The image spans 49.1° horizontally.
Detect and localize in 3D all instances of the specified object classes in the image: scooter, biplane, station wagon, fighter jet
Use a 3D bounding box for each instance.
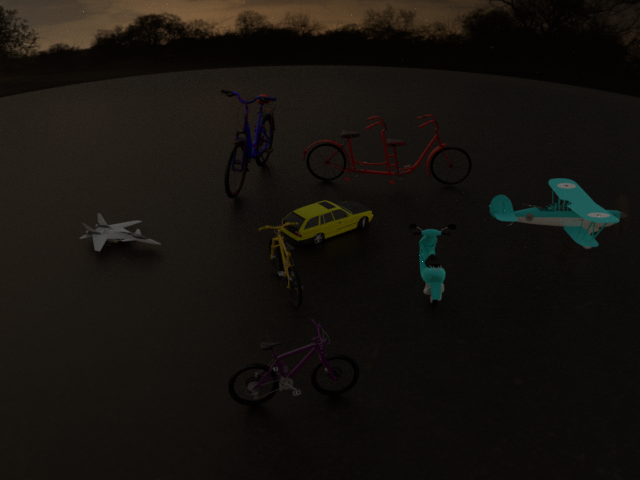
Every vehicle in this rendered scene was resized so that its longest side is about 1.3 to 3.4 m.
[{"bbox_3d":[1.568,0.259,9.834,0.662,0.919,1.399,1,27,1],"label":"scooter"},{"bbox_3d":[3.741,-0.405,11.049,2.120,0.981,2.598,2,27,3],"label":"biplane"},{"bbox_3d":[0.141,-0.372,11.537,1.597,0.473,0.682,-19,33,-32],"label":"station wagon"},{"bbox_3d":[-3.145,-0.122,11.256,1.358,0.286,1.147,10,29,19],"label":"fighter jet"}]

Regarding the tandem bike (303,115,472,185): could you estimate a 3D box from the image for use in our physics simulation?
[{"bbox_3d":[1.256,-1.688,13.151,3.192,1.326,0.550,2,27,5],"label":"tandem bike"}]

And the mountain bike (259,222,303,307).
[{"bbox_3d":[-0.497,0.295,9.818,0.573,0.868,1.469,-9,29,-17],"label":"mountain bike"}]

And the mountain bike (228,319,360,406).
[{"bbox_3d":[-0.279,1.410,7.666,1.469,0.868,0.573,-5,28,-9],"label":"mountain bike"}]

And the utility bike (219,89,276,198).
[{"bbox_3d":[-1.197,-1.991,13.178,1.039,1.839,2.791,6,28,12],"label":"utility bike"}]
